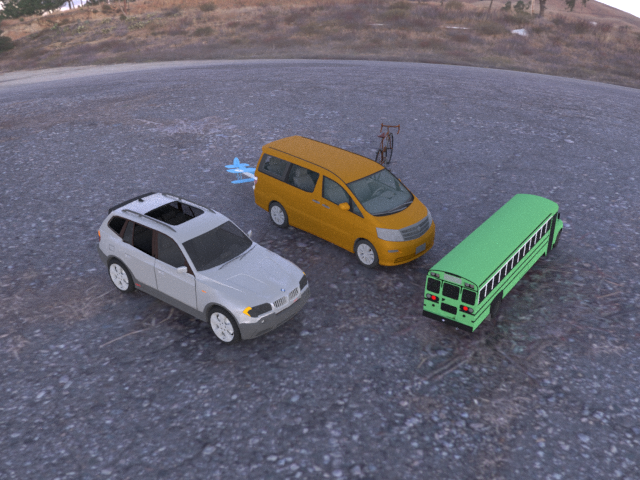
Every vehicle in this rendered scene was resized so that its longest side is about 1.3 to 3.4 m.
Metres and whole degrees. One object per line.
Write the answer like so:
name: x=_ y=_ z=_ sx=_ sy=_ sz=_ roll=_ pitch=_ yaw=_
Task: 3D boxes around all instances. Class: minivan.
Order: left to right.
minivan: x=0.331 y=-0.640 z=10.537 sx=3.011 sy=1.197 sz=1.324 roll=24 pitch=36 yaw=39

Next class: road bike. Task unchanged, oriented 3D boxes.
road bike: x=1.184 y=-1.651 z=12.881 sx=0.358 sy=0.852 sz=1.545 roll=8 pitch=28 yaw=15

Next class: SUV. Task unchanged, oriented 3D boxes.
SUV: x=-1.553 y=0.232 z=8.915 sx=3.058 sy=1.128 sz=1.276 roll=19 pitch=33 yaw=33

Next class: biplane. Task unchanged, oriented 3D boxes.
biplane: x=-1.176 y=-1.191 z=12.366 sx=1.336 sy=0.504 sz=1.090 roll=-24 pitch=36 yaw=-38

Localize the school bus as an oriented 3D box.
school bus: x=2.459 y=0.154 z=9.377 sx=0.709 sy=0.844 sz=3.322 roll=18 pitch=32 yaw=31
